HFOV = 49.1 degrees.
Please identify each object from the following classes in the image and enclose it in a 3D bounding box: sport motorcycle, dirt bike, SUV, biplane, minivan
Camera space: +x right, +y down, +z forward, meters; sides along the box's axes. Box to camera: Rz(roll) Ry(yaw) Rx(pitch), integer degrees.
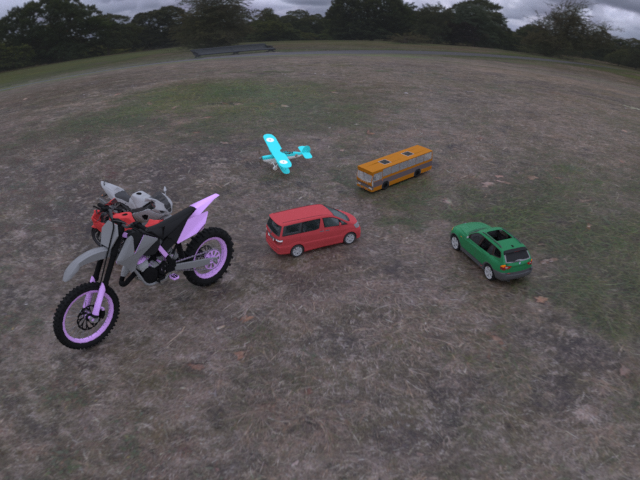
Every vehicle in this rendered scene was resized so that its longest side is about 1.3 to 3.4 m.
[{"bbox_3d":[-2.989,-0.501,11.602,1.520,0.821,0.506,14,32,23],"label":"sport motorcycle"},{"bbox_3d":[-2.980,-0.120,10.923,1.520,0.821,0.506,13,32,21],"label":"sport motorcycle"},{"bbox_3d":[-2.276,0.284,9.339,1.024,1.666,2.903,23,37,35],"label":"dirt bike"},{"bbox_3d":[2.630,0.080,10.812,0.656,0.580,1.572,-11,31,-18],"label":"SUV"},{"bbox_3d":[-0.701,-1.683,14.033,1.090,0.504,1.336,-10,31,-18],"label":"biplane"},{"bbox_3d":[-0.089,-0.216,11.304,1.548,0.616,0.681,-13,32,-22],"label":"minivan"}]

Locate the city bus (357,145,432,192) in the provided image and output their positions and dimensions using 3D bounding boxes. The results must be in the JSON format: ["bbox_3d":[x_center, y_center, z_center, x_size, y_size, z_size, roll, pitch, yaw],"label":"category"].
[{"bbox_3d":[1.456,-1.375,13.528,1.674,0.460,0.476,-23,36,-34],"label":"city bus"}]
